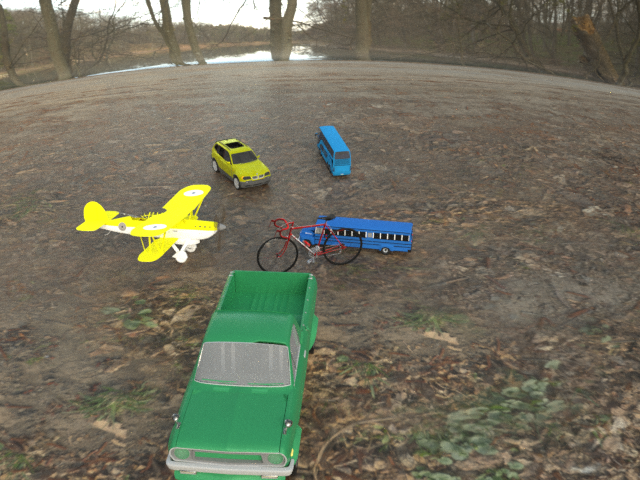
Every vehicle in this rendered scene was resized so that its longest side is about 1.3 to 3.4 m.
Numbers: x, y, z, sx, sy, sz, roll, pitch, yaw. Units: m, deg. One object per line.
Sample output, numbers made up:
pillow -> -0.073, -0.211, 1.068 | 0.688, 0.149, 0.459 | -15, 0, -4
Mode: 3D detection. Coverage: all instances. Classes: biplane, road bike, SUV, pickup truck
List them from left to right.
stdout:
biplane -> -2.389, -0.230, 10.168 | 2.120, 0.981, 2.598 | 3, 28, 6
SUV -> -1.479, -1.431, 12.883 | 0.656, 0.580, 1.572 | -15, 31, -27
pickup truck -> -0.699, 1.207, 7.423 | 1.244, 0.993, 3.117 | 2, 28, 4
road bike -> -0.132, 0.045, 9.785 | 1.545, 0.852, 0.358 | -8, 29, -14

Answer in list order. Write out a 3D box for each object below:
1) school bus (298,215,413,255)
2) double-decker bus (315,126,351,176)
school bus -> 0.526, -0.085, 10.479 | 1.708, 0.434, 0.365 | 5, 28, 9
double-decker bus -> 0.249, -1.754, 13.539 | 0.389, 0.541, 1.672 | -5, 28, -10
